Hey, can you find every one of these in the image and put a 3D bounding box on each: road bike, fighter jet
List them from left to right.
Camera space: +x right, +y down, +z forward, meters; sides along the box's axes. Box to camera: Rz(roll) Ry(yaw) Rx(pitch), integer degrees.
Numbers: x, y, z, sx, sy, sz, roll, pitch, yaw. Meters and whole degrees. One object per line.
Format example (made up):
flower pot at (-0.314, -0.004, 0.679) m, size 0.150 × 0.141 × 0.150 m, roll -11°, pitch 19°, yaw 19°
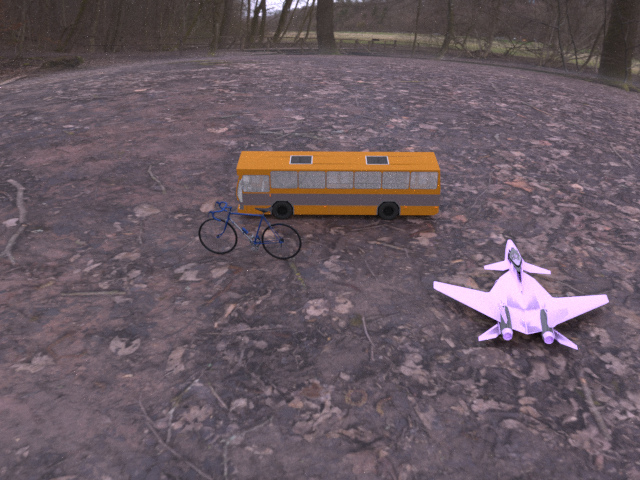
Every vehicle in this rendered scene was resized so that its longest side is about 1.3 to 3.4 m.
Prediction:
road bike at (-1.025, -0.129, 10.107) m, size 1.545 × 0.852 × 0.358 m, roll 5°, pitch 29°, yaw 8°
fighter jet at (2.652, 0.462, 9.318) m, size 2.229 × 0.557 × 2.640 m, roll 4°, pitch 29°, yaw 8°

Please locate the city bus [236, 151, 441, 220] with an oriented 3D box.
city bus at (0.293, -0.898, 11.492) m, size 3.255 × 0.894 × 0.926 m, roll 0°, pitch 28°, yaw 1°
